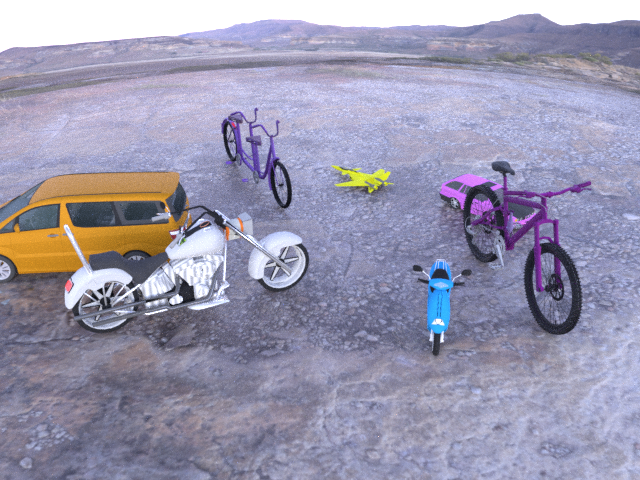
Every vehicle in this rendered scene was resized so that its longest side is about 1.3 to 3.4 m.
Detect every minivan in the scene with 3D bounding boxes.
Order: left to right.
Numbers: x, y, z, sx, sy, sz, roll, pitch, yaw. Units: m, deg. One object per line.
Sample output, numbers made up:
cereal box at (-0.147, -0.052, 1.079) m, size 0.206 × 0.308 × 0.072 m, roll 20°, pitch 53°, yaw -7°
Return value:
minivan at (-3.311, -0.234, 9.618) m, size 3.011 × 1.197 × 1.324 m, roll -2°, pitch 28°, yaw -3°

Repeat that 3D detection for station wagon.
station wagon at (2.684, -0.654, 11.200) m, size 0.682 × 0.473 × 1.597 m, roll -21°, pitch 34°, yaw -34°

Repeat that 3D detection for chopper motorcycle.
chopper motorcycle at (-1.537, 0.214, 8.458) m, size 3.040 × 1.480 × 0.906 m, roll -14°, pitch 31°, yaw -24°

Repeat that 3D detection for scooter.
scooter at (1.407, 0.641, 8.248) m, size 0.662 × 0.919 × 1.399 m, roll 5°, pitch 28°, yaw 9°

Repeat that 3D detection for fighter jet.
fighter jet at (0.642, -1.213, 12.466) m, size 1.147 × 0.286 × 1.358 m, roll -21°, pitch 34°, yaw -35°

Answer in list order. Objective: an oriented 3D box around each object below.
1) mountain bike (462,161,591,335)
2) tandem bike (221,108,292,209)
mountain bike at (2.483, -0.094, 8.823) m, size 1.114 × 1.688 × 2.857 m, roll -7°, pitch 28°, yaw -13°
tandem bike at (-1.163, -1.629, 12.140) m, size 0.550 × 1.326 × 3.192 m, roll -13°, pitch 30°, yaw -23°
